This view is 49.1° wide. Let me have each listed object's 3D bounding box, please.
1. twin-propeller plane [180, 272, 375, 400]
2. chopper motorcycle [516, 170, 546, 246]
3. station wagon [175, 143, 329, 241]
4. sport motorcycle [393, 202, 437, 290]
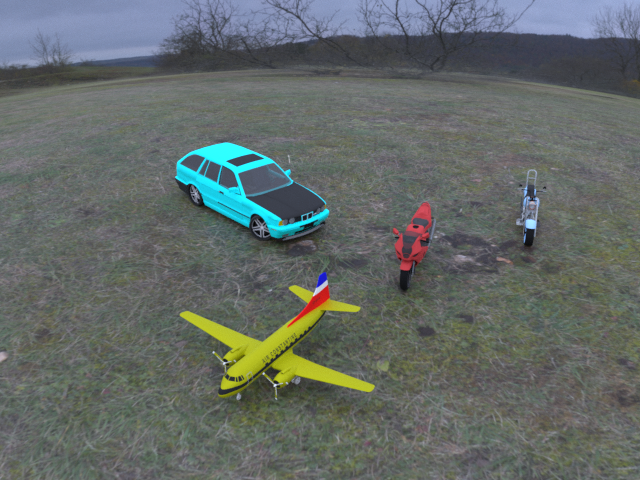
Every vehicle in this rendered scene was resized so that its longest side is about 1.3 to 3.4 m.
[{"bbox_3d":[-0.460,1.089,7.973,2.663,0.792,2.129,16,31,29],"label":"twin-propeller plane"},{"bbox_3d":[3.378,-0.532,11.248,0.466,0.761,1.563,6,27,13],"label":"chopper motorcycle"},{"bbox_3d":[-1.202,-0.917,11.840,1.327,0.920,3.105,-22,34,-37],"label":"station wagon"},{"bbox_3d":[1.353,0.071,9.976,0.506,0.821,1.520,8,28,16],"label":"sport motorcycle"}]
